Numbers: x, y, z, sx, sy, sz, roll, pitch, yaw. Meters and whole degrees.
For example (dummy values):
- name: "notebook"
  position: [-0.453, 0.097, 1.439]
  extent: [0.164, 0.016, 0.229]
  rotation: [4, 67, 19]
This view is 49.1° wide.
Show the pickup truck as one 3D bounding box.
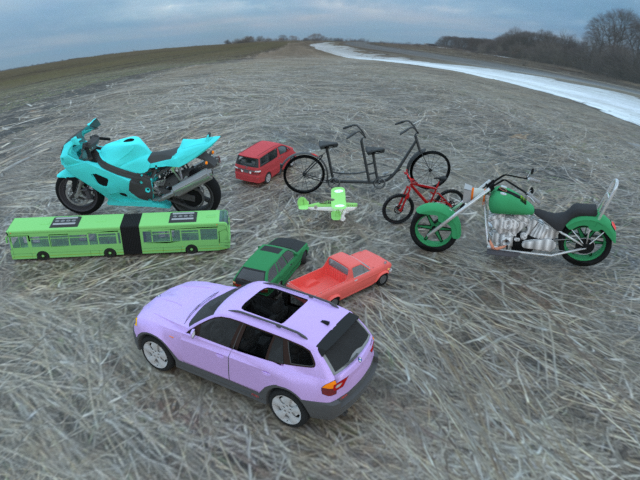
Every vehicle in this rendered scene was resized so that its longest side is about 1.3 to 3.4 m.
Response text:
- name: "pickup truck"
  position: [0.295, 0.510, 9.994]
  extent: [1.603, 0.511, 0.640]
  rotation: [-22, 36, -35]

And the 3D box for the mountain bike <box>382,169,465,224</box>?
- name: "mountain bike"
  position: [1.770, -0.707, 11.857]
  extent: [1.469, 0.868, 0.573]
  rotation: [-5, 29, -10]

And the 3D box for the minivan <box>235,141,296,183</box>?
- name: "minivan"
  position: [-1.044, -1.611, 13.781]
  extent: [0.681, 0.616, 1.548]
  rotation: [14, 31, 24]

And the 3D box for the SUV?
- name: "SUV"
  position: [-0.821, 1.098, 8.269]
  extent: [3.058, 1.128, 1.276]
  rotation: [16, 32, 27]

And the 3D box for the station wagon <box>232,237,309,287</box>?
- name: "station wagon"
  position: [-0.696, 0.325, 10.372]
  extent: [0.682, 0.473, 1.597]
  rotation: [11, 30, 19]

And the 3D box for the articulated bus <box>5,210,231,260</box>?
- name: "articulated bus"
  position: [-3.137, -0.089, 11.042]
  extent: [3.401, 0.561, 0.605]
  rotation: [-3, 29, -5]

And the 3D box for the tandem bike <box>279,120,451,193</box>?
- name: "tandem bike"
  position: [0.842, -1.492, 12.820]
  extent: [3.192, 1.326, 0.550]
  rotation: [-2, 29, -4]

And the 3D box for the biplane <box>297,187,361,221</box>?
- name: "biplane"
  position: [0.158, -0.594, 12.030]
  extent: [1.090, 0.504, 1.336]
  rotation: [0, 29, 0]

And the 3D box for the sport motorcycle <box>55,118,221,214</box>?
- name: "sport motorcycle"
  position: [-3.102, -1.130, 11.873]
  extent: [2.955, 1.596, 0.983]
  rotation: [2, 29, 4]

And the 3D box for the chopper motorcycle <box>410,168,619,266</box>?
- name: "chopper motorcycle"
  position: [2.914, -0.377, 10.611]
  extent: [3.040, 1.480, 0.906]
  rotation: [7, 29, 13]
